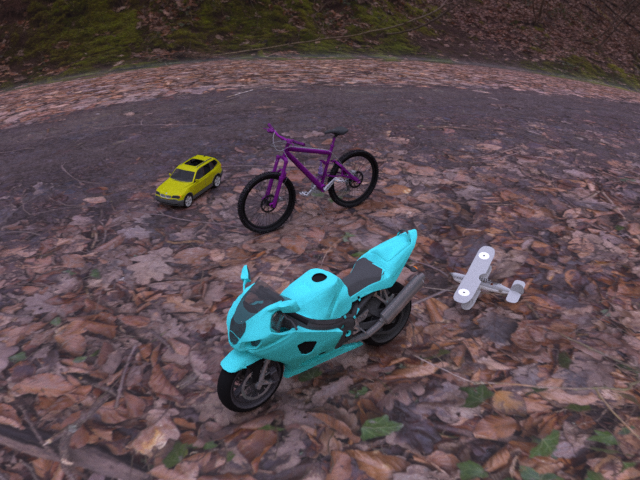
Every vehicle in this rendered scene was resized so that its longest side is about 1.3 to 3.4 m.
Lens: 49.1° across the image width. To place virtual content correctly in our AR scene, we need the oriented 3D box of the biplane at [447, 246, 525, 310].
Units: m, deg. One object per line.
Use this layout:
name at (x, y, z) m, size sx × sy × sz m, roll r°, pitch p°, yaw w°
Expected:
biplane at (2.351, 0.639, 9.983) m, size 1.090 × 0.504 × 1.336 m, roll 15°, pitch 32°, yaw 25°

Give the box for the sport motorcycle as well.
sport motorcycle at (0.042, 0.926, 8.342) m, size 2.955 × 1.596 × 0.983 m, roll -21°, pitch 35°, yaw -33°

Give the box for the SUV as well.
SUV at (-2.438, -1.135, 13.106) m, size 0.656 × 0.580 × 1.572 m, roll 13°, pitch 31°, yaw 22°

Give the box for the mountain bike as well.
mountain bike at (-0.143, -1.120, 11.937) m, size 2.857 × 1.688 × 1.114 m, roll -18°, pitch 34°, yaw -29°
